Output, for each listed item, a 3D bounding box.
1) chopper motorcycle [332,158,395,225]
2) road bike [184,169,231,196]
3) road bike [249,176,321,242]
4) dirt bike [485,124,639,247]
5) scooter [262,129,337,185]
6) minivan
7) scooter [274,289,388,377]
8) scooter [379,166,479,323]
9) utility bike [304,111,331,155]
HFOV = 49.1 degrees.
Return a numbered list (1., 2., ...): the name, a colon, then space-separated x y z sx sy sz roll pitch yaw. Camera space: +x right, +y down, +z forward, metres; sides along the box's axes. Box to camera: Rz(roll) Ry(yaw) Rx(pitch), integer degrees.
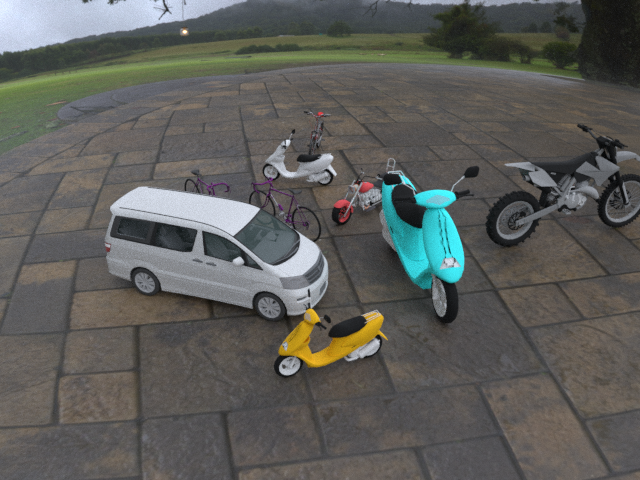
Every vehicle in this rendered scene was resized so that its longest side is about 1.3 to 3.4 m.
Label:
1. chopper motorcycle: 0.759 -0.817 11.679 0.466 0.761 1.563 24 36 37
2. road bike: -1.841 -0.670 11.306 0.358 0.852 1.545 -19 34 -31
3. road bike: -0.574 -0.494 10.977 1.545 0.852 0.358 22 35 35
4. dirt bike: 3.871 -0.803 10.690 2.903 1.666 1.024 -9 29 -16
5. scooter: -0.386 -1.466 12.727 1.399 0.919 0.662 6 29 11
6. minivan: -1.379 0.118 9.463 3.011 1.197 1.324 9 30 17
7. scooter: 0.134 1.066 7.983 1.399 0.919 0.662 -10 30 -19
8. scooter: 1.351 -0.240 9.507 1.288 1.786 2.721 -6 29 -11
9. utility bike: -0.026 -2.161 14.001 0.535 0.946 1.435 5 28 9
